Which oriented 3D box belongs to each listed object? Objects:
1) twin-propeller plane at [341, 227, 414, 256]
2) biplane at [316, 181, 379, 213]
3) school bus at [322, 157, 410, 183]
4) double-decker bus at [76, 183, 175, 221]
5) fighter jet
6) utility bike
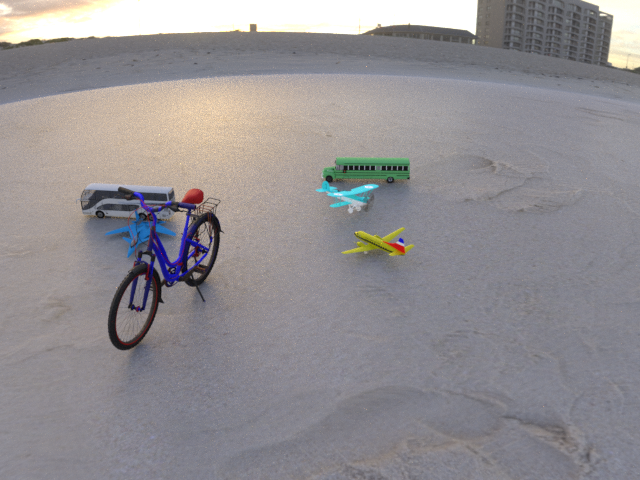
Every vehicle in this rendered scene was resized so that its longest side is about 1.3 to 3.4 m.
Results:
[{"bbox_3d":[0.913,0.008,10.833,1.370,0.407,1.095,-21,33,-36],"label":"twin-propeller plane"},{"bbox_3d":[0.462,-0.782,12.339,1.090,0.504,1.336,20,33,35],"label":"biplane"},{"bbox_3d":[0.886,-1.372,13.627,1.708,0.434,0.365,1,26,1],"label":"school bus"},{"bbox_3d":[-3.330,-0.662,12.052,1.672,0.541,0.389,3,26,7],"label":"double-decker bus"},{"bbox_3d":[-2.906,-0.106,11.203,1.147,0.286,1.358,1,26,1],"label":"fighter jet"},{"bbox_3d":[-1.826,0.124,8.965,1.039,1.839,2.791,9,27,18],"label":"utility bike"}]
